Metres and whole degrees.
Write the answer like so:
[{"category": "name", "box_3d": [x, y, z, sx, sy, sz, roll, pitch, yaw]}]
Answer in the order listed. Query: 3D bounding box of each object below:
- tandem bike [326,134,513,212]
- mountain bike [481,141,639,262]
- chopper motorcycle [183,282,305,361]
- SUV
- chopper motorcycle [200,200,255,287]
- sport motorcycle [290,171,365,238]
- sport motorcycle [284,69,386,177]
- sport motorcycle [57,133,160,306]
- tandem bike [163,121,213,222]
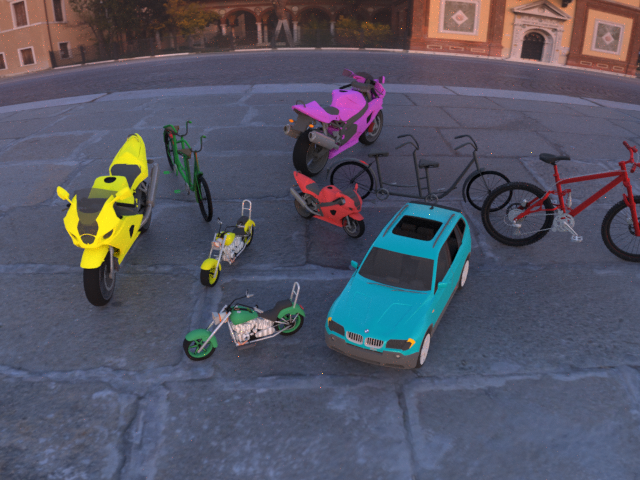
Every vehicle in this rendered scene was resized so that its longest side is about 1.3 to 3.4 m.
[{"category": "tandem bike", "box_3d": [1.673, -1.159, 11.898, 3.192, 1.326, 0.550, 5, 30, 9]}, {"category": "mountain bike", "box_3d": [3.883, -0.534, 10.404, 2.857, 1.688, 1.114, 8, 30, 14]}, {"category": "chopper motorcycle", "box_3d": [-0.921, 0.996, 8.608, 1.563, 0.761, 0.466, -12, 31, -20]}, {"category": "SUV", "box_3d": [1.126, 0.462, 9.191, 1.276, 1.128, 3.058, 13, 31, 21]}, {"category": "chopper motorcycle", "box_3d": [-1.359, 0.035, 10.334, 0.466, 0.761, 1.563, 10, 31, 17]}, {"category": "sport motorcycle", "box_3d": [0.135, -0.583, 11.383, 1.520, 0.821, 0.506, 24, 37, 36]}, {"category": "sport motorcycle", "box_3d": [0.414, -2.324, 13.713, 0.983, 1.596, 2.955, 20, 35, 31]}, {"category": "sport motorcycle", "box_3d": [-2.954, -0.366, 10.197, 0.983, 1.596, 2.955, 0, 29, 1]}, {"category": "tandem bike", "box_3d": [-2.397, -1.448, 12.417, 0.550, 1.326, 3.192, -12, 31, -21]}]
